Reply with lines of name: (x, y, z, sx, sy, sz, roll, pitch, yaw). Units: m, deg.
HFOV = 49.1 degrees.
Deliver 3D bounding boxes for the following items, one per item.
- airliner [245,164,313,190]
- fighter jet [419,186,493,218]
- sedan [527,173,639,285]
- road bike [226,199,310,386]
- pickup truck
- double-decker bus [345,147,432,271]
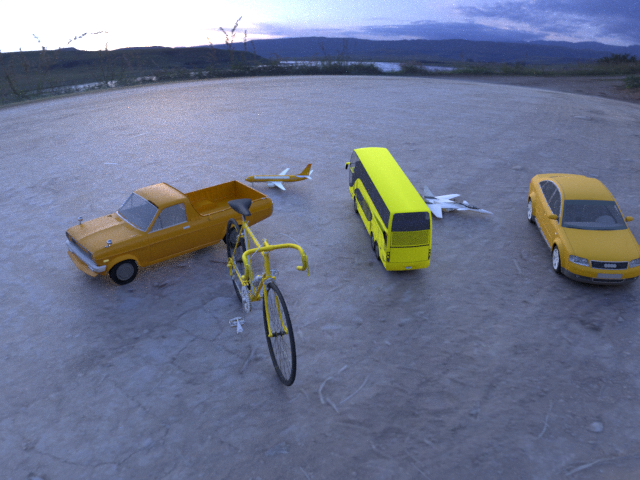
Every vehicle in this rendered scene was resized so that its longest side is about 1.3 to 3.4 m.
airliner: (-0.788, -1.257, 13.334, 1.307, 0.429, 1.161, 1, 26, 1)
fighter jet: (2.367, -0.649, 12.241, 1.358, 0.286, 1.147, 12, 28, 23)
sedan: (4.055, -0.349, 10.869, 1.235, 0.940, 3.137, 2, 26, 3)
road bike: (-0.775, 0.440, 8.417, 0.696, 1.656, 3.004, -9, 27, -18)
pickup truck: (-2.253, -0.313, 10.736, 3.117, 0.993, 1.244, -20, 32, -35)
double-decker bus: (1.048, -0.616, 11.294, 0.756, 1.052, 3.251, -3, 26, -7)
